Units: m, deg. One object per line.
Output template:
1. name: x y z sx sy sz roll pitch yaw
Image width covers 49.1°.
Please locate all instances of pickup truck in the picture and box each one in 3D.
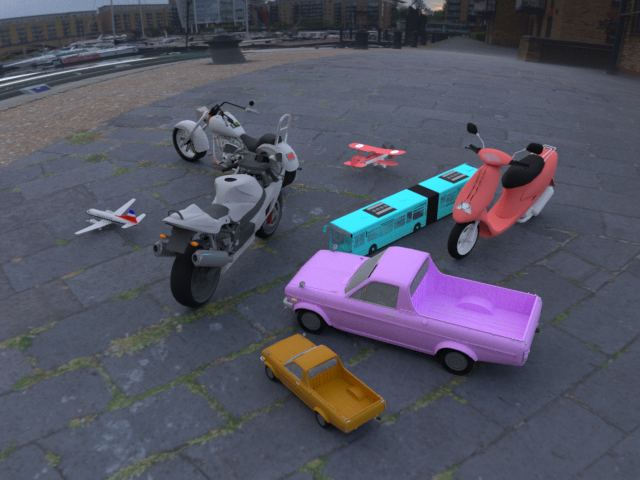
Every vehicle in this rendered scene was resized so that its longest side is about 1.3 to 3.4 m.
1. pickup truck: 0.000 1.528 7.773 0.640 0.511 1.603 -21 36 -33
2. pickup truck: 1.117 0.730 8.689 3.117 0.993 1.244 13 32 21

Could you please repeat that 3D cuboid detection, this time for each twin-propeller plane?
1. twin-propeller plane: -3.367 -0.399 11.269 1.095 0.407 1.370 14 33 23

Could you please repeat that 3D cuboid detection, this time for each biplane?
1. biplane: 0.945 -1.542 13.182 1.090 0.504 1.336 -26 38 -37

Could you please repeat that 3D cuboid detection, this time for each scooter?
1. scooter: 2.869 -0.868 10.699 2.721 1.786 1.288 -25 38 -37

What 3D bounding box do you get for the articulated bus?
1. articulated bus: 1.509 -0.510 11.308 3.401 0.561 0.605 -24 38 -36

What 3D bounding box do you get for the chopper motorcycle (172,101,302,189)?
1. chopper motorcycle: -1.624 -1.872 12.776 3.040 1.480 0.906 21 36 33

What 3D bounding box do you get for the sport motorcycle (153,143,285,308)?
1. sport motorcycle: -1.254 -0.291 9.874 0.983 1.596 2.955 12 32 20
